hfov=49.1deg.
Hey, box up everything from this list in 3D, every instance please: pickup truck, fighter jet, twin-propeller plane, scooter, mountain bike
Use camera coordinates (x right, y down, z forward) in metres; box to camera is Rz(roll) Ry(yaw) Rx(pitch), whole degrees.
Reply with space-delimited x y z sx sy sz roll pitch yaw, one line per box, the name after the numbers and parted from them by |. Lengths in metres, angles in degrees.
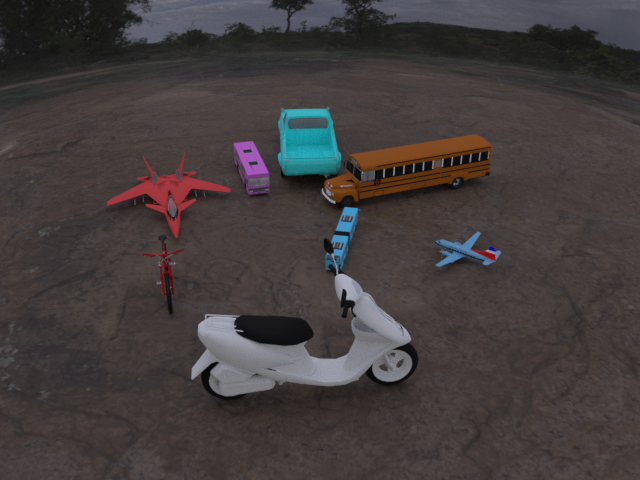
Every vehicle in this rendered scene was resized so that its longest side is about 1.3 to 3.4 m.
-0.253 -2.135 14.504 1.244 0.993 3.117 -2 30 -3 | pickup truck
-2.711 -0.819 12.641 2.229 0.557 2.640 -7 31 -13 | fighter jet
2.295 0.139 11.116 1.095 0.407 1.370 22 36 33 | twin-propeller plane
-0.152 1.066 8.103 2.721 1.786 1.288 -4 30 -7 | scooter
-2.242 0.410 10.177 0.573 0.868 1.469 -7 30 -12 | mountain bike

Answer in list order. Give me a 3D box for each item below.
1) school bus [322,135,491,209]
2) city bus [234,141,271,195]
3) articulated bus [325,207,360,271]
1.644 -1.318 13.224 3.322 0.844 0.709 -11 32 -19 | school bus
-1.359 -1.417 13.785 0.476 0.460 1.674 -8 31 -13 | city bus
0.378 -0.042 11.551 0.311 0.289 1.749 6 30 10 | articulated bus
